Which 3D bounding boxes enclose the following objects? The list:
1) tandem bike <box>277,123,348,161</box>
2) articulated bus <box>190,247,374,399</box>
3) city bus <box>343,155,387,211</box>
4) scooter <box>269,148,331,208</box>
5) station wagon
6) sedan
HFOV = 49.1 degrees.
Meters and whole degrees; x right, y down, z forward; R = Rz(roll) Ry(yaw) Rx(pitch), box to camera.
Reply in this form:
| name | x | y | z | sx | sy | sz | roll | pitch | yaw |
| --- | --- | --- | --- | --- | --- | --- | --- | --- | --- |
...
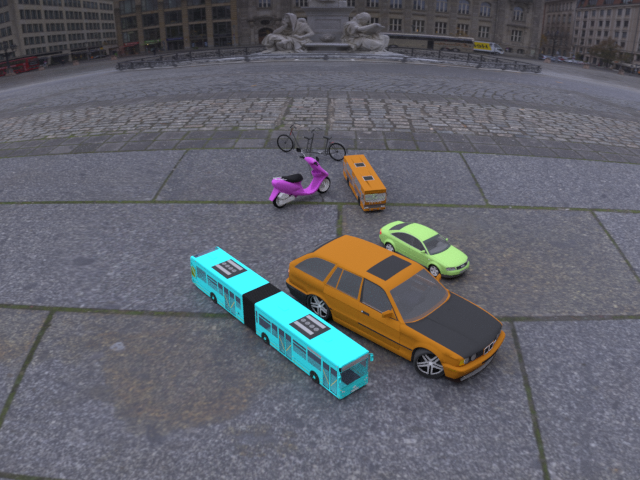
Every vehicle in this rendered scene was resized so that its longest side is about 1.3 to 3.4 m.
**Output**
| name | x | y | z | sx | sy | sz | roll | pitch | yaw |
| --- | --- | --- | --- | --- | --- | --- | --- | --- | --- |
| tandem bike | -0.179 | -2.080 | 14.782 | 1.642 | 0.682 | 0.283 | 12 | 32 | 20 |
| articulated bus | -0.653 | 1.003 | 9.421 | 0.605 | 0.561 | 3.401 | -23 | 36 | -34 |
| city bus | 0.825 | -1.084 | 13.236 | 0.476 | 0.460 | 1.674 | -6 | 30 | -10 |
| scooter | -0.349 | -1.142 | 12.872 | 1.399 | 0.919 | 0.662 | -22 | 36 | -33 |
| station wagon | 0.969 | 0.775 | 9.459 | 3.105 | 0.920 | 1.327 | 24 | 37 | 36 |
| sedan | 1.649 | 0.090 | 11.125 | 0.635 | 0.483 | 1.613 | -24 | 37 | -36 |
